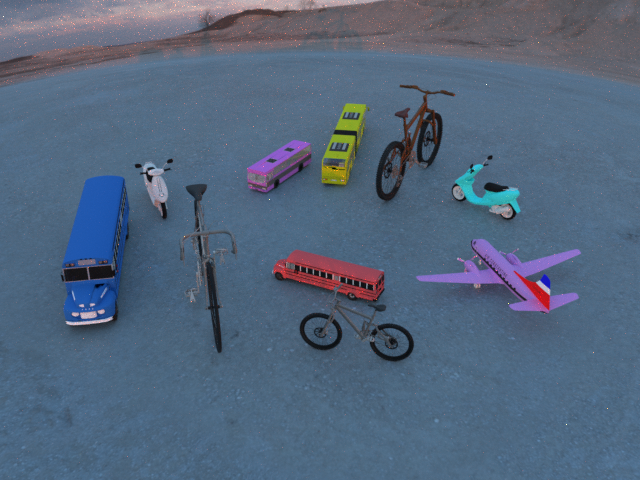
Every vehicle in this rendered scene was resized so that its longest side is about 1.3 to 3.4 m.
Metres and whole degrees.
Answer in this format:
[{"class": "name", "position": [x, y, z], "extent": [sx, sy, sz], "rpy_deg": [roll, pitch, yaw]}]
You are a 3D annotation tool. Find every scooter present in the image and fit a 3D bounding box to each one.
[{"class": "scooter", "position": [2.910, -0.933, 12.256], "extent": [0.662, 0.919, 1.399], "rpy_deg": [-26, 39, -37]}, {"class": "scooter", "position": [-2.925, -1.032, 12.431], "extent": [0.662, 0.919, 1.399], "rpy_deg": [-12, 32, -19]}]

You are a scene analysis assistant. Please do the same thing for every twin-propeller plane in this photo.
[{"class": "twin-propeller plane", "position": [2.702, 0.395, 10.053], "extent": [2.663, 0.792, 2.129], "rpy_deg": [-9, 31, -15]}]

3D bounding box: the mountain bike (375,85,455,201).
[{"class": "mountain bike", "position": [1.748, -1.882, 13.145], "extent": [1.114, 1.688, 2.857], "rpy_deg": [16, 34, 26]}]

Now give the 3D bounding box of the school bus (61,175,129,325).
[{"class": "school bus", "position": [-3.341, 0.074, 10.564], "extent": [0.709, 0.844, 3.322], "rpy_deg": [-5, 30, -9]}]

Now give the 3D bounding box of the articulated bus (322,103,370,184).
[{"class": "articulated bus", "position": [0.548, -2.070, 14.614], "extent": [0.605, 0.561, 3.401], "rpy_deg": [5, 30, 8]}]

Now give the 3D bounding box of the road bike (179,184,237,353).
[{"class": "road bike", "position": [-1.565, 0.194, 9.533], "extent": [0.696, 1.656, 3.004], "rpy_deg": [-7, 30, -12]}]

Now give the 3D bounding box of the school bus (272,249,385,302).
[{"class": "school bus", "position": [0.093, 0.498, 10.234], "extent": [1.708, 0.434, 0.365], "rpy_deg": [14, 32, 22]}]

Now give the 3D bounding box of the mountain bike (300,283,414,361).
[{"class": "mountain bike", "position": [0.453, 1.088, 8.761], "extent": [1.469, 0.868, 0.573], "rpy_deg": [7, 30, 12]}]

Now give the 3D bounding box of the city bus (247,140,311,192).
[{"class": "city bus", "position": [-0.763, -1.435, 13.601], "extent": [0.476, 0.460, 1.674], "rpy_deg": [16, 33, 26]}]
